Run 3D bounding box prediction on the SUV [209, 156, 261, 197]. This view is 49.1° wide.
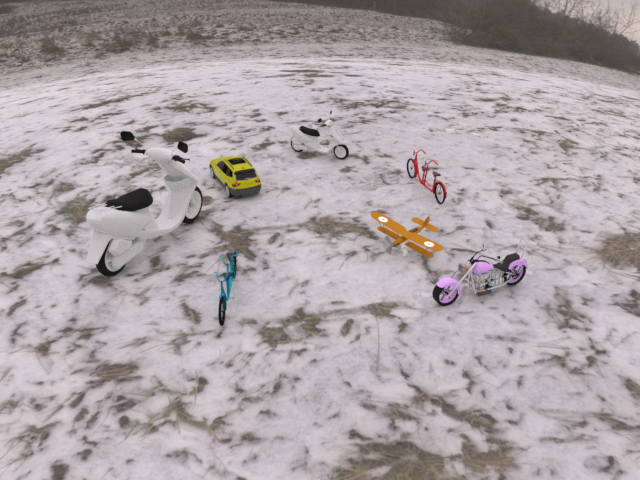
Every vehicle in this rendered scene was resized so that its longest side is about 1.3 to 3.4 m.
[{"bbox_3d":[-1.631,-1.315,13.373,0.656,0.580,1.572,-13,31,-22],"label":"SUV"}]

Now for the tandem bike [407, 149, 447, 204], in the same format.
[{"bbox_3d":[1.988,-1.239,13.129,0.283,0.682,1.642,-9,30,-16],"label":"tandem bike"}]

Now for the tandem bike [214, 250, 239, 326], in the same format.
[{"bbox_3d":[-1.302,0.539,9.886,0.283,0.682,1.642,1,29,1],"label":"tandem bike"}]

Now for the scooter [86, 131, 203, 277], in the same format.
[{"bbox_3d":[-2.695,-0.669,10.941,1.288,1.786,2.721,13,31,23],"label":"scooter"}]

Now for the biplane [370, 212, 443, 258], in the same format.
[{"bbox_3d":[1.458,-0.073,11.187,1.336,0.504,1.090,22,36,35],"label":"biplane"}]

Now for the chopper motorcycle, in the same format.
[{"bbox_3d":[2.309,0.450,9.966,1.563,0.761,0.466,-12,31,-21],"label":"chopper motorcycle"}]

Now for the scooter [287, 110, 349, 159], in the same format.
[{"bbox_3d":[-0.039,-2.203,14.639,1.399,0.919,0.662,12,31,21],"label":"scooter"}]
